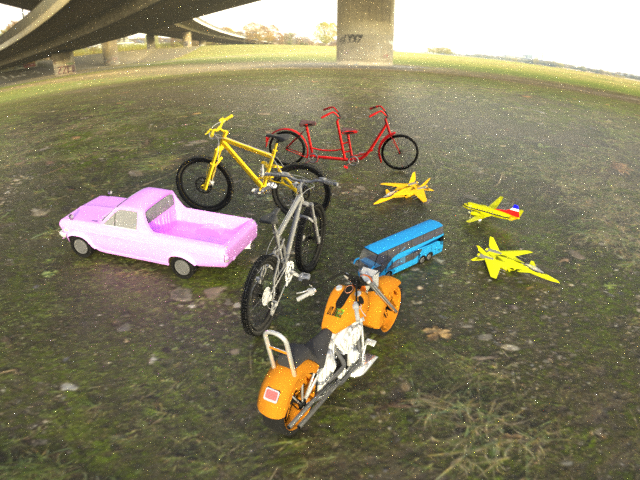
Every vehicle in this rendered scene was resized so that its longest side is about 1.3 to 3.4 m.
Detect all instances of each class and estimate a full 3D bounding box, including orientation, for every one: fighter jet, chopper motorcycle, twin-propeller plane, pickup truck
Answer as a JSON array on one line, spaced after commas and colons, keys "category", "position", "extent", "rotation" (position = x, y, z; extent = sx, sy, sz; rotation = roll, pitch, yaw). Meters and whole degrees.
[{"category": "fighter jet", "position": [1.502, -0.943, 13.298], "extent": [1.358, 0.286, 1.147], "rotation": [-22, 34, -35]}, {"category": "chopper motorcycle", "position": [0.249, 1.013, 8.231], "extent": [0.906, 1.480, 3.040], "rotation": [15, 31, 27]}, {"category": "twin-propeller plane", "position": [3.026, -0.554, 12.417], "extent": [1.095, 0.407, 1.370], "rotation": [20, 33, 33]}, {"category": "fighter jet", "position": [3.079, 0.345, 10.815], "extent": [1.358, 0.286, 1.147], "rotation": [23, 35, 37]}, {"category": "pickup truck", "position": [-2.591, -0.223, 11.144], "extent": [3.117, 0.993, 1.244], "rotation": [10, 29, 18]}]

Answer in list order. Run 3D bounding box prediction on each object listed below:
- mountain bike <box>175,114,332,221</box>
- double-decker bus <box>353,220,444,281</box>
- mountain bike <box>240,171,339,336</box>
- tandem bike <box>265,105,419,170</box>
[{"category": "mountain bike", "position": [-1.192, -1.188, 12.250], "extent": [2.857, 1.688, 1.114], "rotation": [5, 28, 10]}, {"category": "double-decker bus", "position": [1.258, 0.178, 10.861], "extent": [1.672, 0.541, 0.389], "rotation": [-21, 34, -35]}, {"category": "mountain bike", "position": [-0.445, 0.081, 9.803], "extent": [1.114, 1.688, 2.857], "rotation": [10, 29, 18]}, {"category": "tandem bike", "position": [0.441, -2.104, 14.408], "extent": [3.192, 1.326, 0.550], "rotation": [3, 28, 6]}]
